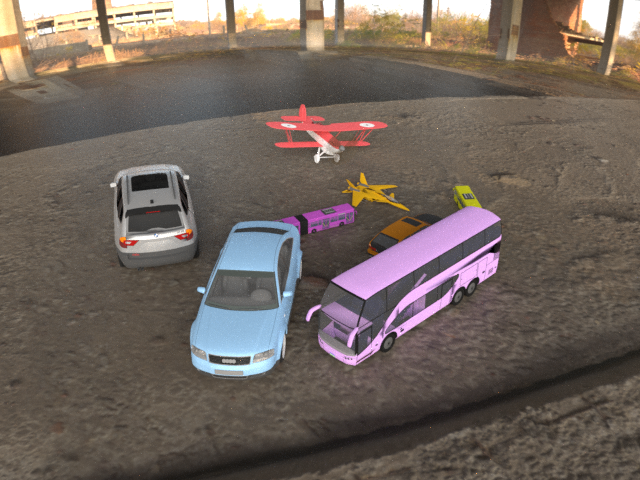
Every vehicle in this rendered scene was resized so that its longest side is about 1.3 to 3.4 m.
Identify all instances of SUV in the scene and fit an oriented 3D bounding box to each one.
[{"bbox_3d":[-2.700,-0.607,11.306,1.276,1.128,3.058,-7,31,-13],"label":"SUV"}]

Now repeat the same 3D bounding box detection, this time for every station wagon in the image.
[{"bbox_3d":[1.457,-0.096,11.078,0.682,0.473,1.597,25,38,36],"label":"station wagon"}]

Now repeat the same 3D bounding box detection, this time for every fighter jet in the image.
[{"bbox_3d":[1.078,-0.823,12.520,1.147,0.286,1.358,-27,39,-38],"label":"fighter jet"}]

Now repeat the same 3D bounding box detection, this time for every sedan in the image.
[{"bbox_3d":[-0.931,0.607,9.401,1.235,0.940,3.137,2,30,4],"label":"sedan"}]

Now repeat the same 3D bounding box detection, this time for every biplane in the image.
[{"bbox_3d":[0.037,-2.170,14.151,2.598,0.981,2.120,-13,33,-22],"label":"biplane"}]

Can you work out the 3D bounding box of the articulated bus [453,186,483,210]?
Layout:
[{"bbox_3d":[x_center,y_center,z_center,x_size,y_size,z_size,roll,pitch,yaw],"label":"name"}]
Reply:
[{"bbox_3d":[2.611,-0.434,11.846,0.311,0.289,1.749,-3,30,-5],"label":"articulated bus"}]

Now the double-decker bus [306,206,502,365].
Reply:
[{"bbox_3d":[1.253,0.559,9.372,3.251,1.052,0.756,-26,39,-37],"label":"double-decker bus"}]

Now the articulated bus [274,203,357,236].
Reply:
[{"bbox_3d":[-0.226,-0.267,11.558,1.749,0.289,0.311,-15,33,-23],"label":"articulated bus"}]
